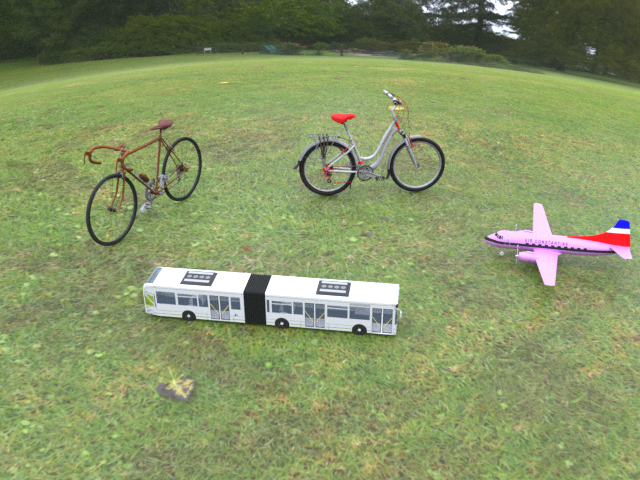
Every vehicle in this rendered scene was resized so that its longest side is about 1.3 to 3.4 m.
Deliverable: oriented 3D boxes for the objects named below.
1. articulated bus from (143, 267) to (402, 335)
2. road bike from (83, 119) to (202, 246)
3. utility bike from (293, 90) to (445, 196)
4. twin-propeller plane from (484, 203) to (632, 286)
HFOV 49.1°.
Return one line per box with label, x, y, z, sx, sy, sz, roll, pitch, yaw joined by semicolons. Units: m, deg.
articulated bus;-0.624;0.801;9.283;3.401;0.561;0.605;4;29;7
road bike;-2.854;-1.083;11.623;0.696;1.656;3.004;13;31;23
utility bike;0.895;-1.735;12.638;2.791;1.839;1.039;-3;28;-5
twin-propeller plane;3.575;-0.032;10.584;2.129;0.792;2.663;6;29;11
